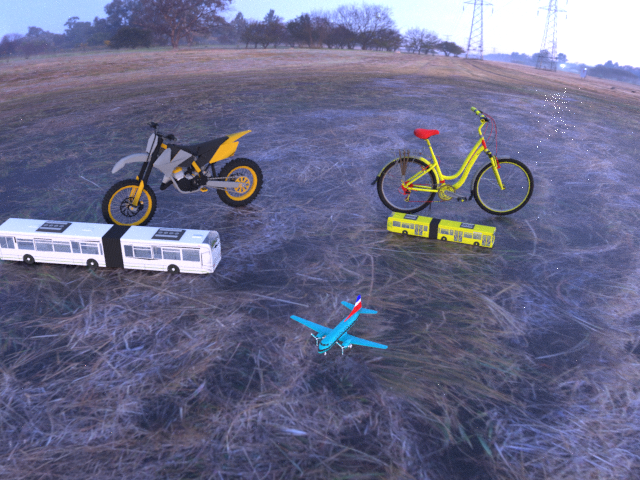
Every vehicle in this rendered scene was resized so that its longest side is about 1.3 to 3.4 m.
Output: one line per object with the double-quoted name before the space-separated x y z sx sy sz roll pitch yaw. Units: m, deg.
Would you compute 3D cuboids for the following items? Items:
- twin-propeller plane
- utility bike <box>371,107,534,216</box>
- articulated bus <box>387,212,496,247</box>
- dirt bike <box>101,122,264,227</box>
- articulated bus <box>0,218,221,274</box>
"twin-propeller plane" 0.266 1.071 8.756 1.370 0.407 1.095 15 30 27
"utility bike" 2.274 -1.328 11.978 2.791 1.839 1.039 1 26 2
"articulated bus" 1.970 -0.172 11.392 1.749 0.289 0.311 10 28 19
"dirt bike" -2.259 -1.114 11.741 2.903 1.666 1.024 -16 30 -28
"articulated bus" -3.212 0.084 10.570 3.401 0.561 0.605 4 27 7
